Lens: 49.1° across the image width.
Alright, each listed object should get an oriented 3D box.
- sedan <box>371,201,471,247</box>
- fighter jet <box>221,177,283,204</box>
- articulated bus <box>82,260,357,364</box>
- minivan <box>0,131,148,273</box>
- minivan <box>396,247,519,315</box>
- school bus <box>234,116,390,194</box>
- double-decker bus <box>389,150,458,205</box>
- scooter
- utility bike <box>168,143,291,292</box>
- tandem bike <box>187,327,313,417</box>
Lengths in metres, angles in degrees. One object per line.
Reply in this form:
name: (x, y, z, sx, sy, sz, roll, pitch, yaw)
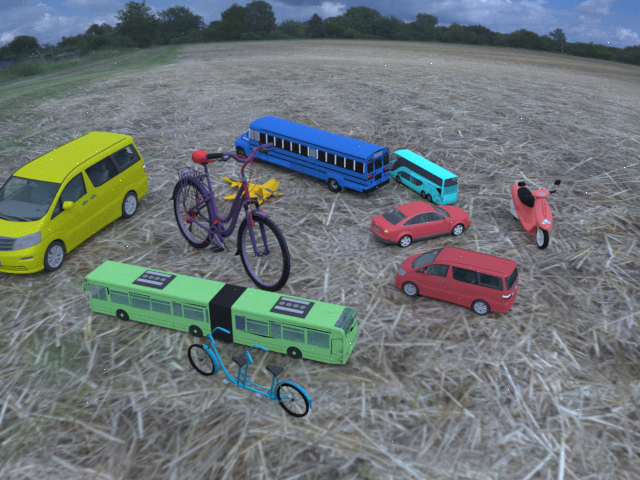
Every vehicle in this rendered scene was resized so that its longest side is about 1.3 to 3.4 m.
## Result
sedan: (1.553, -0.310, 10.641, 1.613, 0.483, 0.635, -11, 30, -21)
fighter jet: (-1.292, -0.988, 12.158, 1.358, 0.286, 1.147, 24, 36, 38)
articulated bus: (-1.245, 0.831, 8.363, 3.401, 0.561, 0.605, 9, 29, 17)
minivan: (-3.840, -0.628, 10.480, 1.324, 1.197, 3.011, 10, 29, 18)
minivan: (1.749, 0.458, 9.022, 1.548, 0.616, 0.681, 14, 31, 25)
school bus: (-0.265, -1.599, 12.727, 3.322, 0.844, 0.709, 22, 34, 35)
double-decker bus: (1.748, -1.112, 12.120, 0.389, 0.541, 1.672, -14, 31, -25)
scooter: (3.201, -0.534, 10.600, 0.662, 0.919, 1.399, -3, 28, -6)
utility bike: (-1.240, -0.506, 9.548, 1.039, 1.839, 2.791, -23, 35, -36)
tandem bike: (-0.768, 1.340, 7.254, 1.642, 0.682, 0.283, 17, 32, 29)
